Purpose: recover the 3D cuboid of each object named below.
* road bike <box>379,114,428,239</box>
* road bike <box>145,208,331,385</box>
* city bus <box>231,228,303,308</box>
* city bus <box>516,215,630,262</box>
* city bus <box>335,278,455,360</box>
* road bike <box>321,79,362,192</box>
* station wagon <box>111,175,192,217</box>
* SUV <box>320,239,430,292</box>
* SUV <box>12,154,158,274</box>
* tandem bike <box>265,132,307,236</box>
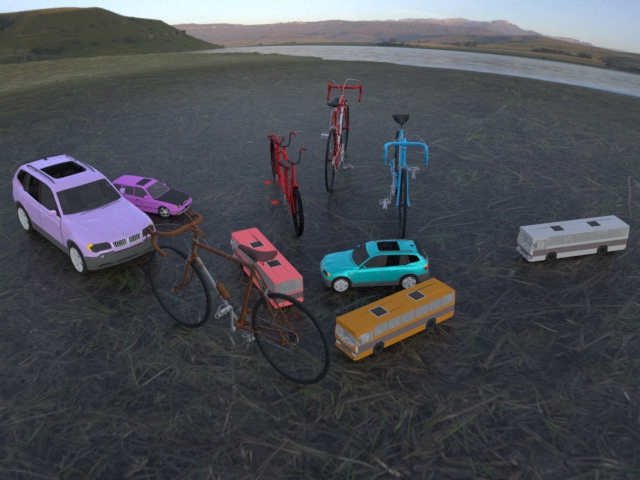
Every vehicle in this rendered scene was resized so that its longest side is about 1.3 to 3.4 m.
[{"bbox_3d":[1.361,-1.198,11.821,0.696,1.656,3.004,1,28,3],"label":"road bike"},{"bbox_3d":[-1.070,0.643,8.314,3.004,1.656,0.696,20,34,33],"label":"road bike"},{"bbox_3d":[-0.784,0.394,10.074,0.476,0.460,1.674,-13,30,-24],"label":"city bus"},{"bbox_3d":[3.911,-0.010,10.845,1.674,0.460,0.476,-7,28,-13],"label":"city bus"},{"bbox_3d":[0.976,1.002,8.918,1.674,0.460,0.476,-19,33,-31],"label":"city bus"},{"bbox_3d":[0.354,-2.097,13.533,0.696,1.656,3.004,4,28,8],"label":"road bike"},{"bbox_3d":[-3.048,-0.806,12.346,1.597,0.473,0.682,10,29,19],"label":"station wagon"},{"bbox_3d":[0.783,0.334,10.060,1.572,0.580,0.656,-2,28,-4],"label":"SUV"},{"bbox_3d":[-3.811,-0.520,11.097,1.276,1.128,3.058,-24,36,-37],"label":"SUV"},{"bbox_3d":[-0.610,-1.230,12.236,0.550,1.326,3.192,-6,28,-11],"label":"tandem bike"}]
